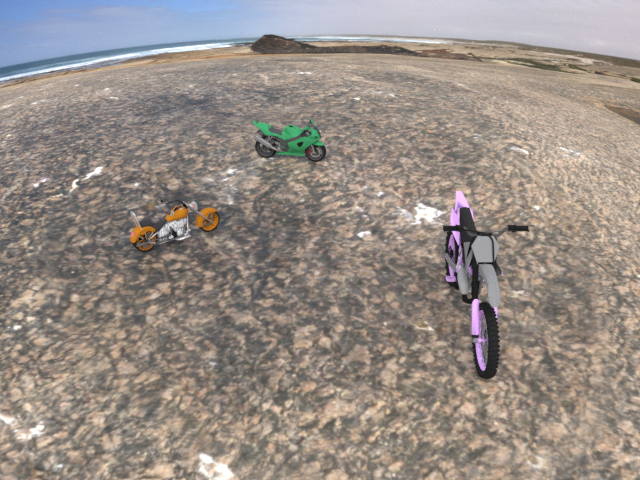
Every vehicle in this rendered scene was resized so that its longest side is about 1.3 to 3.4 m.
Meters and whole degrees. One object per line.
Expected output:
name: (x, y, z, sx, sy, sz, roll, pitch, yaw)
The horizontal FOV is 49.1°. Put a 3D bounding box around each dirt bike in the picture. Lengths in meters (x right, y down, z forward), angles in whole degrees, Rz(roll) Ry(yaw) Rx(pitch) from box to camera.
dirt bike: (1.982, 0.392, 9.051, 1.024, 1.666, 2.903, 0, 29, 0)

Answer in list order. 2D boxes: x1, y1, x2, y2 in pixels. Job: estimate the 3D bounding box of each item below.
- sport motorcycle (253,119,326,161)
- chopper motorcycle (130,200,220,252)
sport motorcycle: (-0.619, -2.021, 14.210, 1.520, 0.821, 0.506, 6, 30, 10)
chopper motorcycle: (-2.319, -0.313, 11.231, 1.563, 0.761, 0.466, -22, 36, -33)
